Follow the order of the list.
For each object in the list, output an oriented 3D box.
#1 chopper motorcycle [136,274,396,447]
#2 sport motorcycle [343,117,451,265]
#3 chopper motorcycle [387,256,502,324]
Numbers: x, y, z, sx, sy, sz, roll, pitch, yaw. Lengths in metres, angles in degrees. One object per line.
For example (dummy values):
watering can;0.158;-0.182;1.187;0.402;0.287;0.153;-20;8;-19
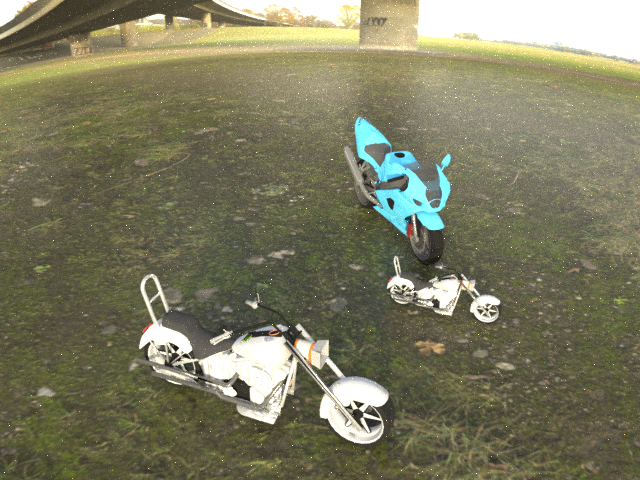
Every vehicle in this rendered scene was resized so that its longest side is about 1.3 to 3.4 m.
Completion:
chopper motorcycle;-0.652;1.297;7.607;3.040;1.480;0.906;11;31;19
sport motorcycle;1.221;-0.846;11.286;0.983;1.596;2.955;-11;31;-18
chopper motorcycle;1.675;0.671;9.447;1.563;0.761;0.466;10;31;17
